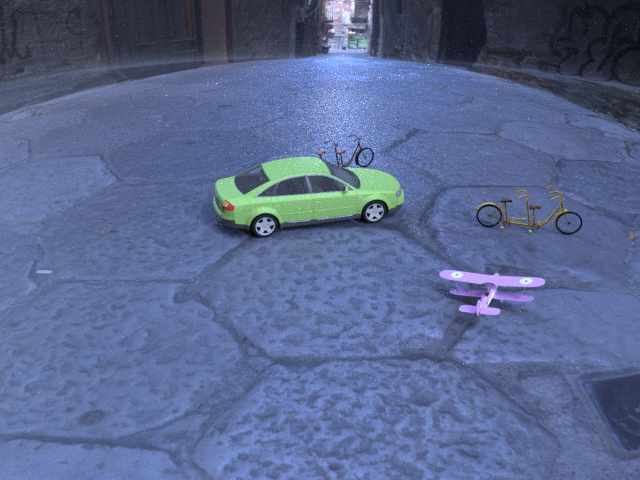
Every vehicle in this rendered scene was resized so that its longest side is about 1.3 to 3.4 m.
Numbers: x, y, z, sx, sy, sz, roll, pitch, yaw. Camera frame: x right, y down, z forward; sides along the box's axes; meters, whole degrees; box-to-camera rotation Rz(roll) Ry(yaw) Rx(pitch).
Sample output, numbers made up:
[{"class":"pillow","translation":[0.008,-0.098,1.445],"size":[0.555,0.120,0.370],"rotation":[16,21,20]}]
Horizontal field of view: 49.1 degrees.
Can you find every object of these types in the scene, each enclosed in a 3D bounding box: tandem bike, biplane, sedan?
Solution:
[{"class":"tandem bike","translation":[0.327,-1.546,12.993],"size":[1.642,0.682,0.283],"rotation":[-16,32,-27]},{"class":"biplane","translation":[2.128,0.683,8.960],"size":[1.336,0.504,1.090],"rotation":[13,30,23]},{"class":"tandem bike","translation":[3.253,-0.449,10.915],"size":[1.642,0.682,0.283],"rotation":[6,28,11]},{"class":"sedan","translation":[-0.156,-0.816,11.333],"size":[3.137,0.940,1.235],"rotation":[-7,29,-14]}]
